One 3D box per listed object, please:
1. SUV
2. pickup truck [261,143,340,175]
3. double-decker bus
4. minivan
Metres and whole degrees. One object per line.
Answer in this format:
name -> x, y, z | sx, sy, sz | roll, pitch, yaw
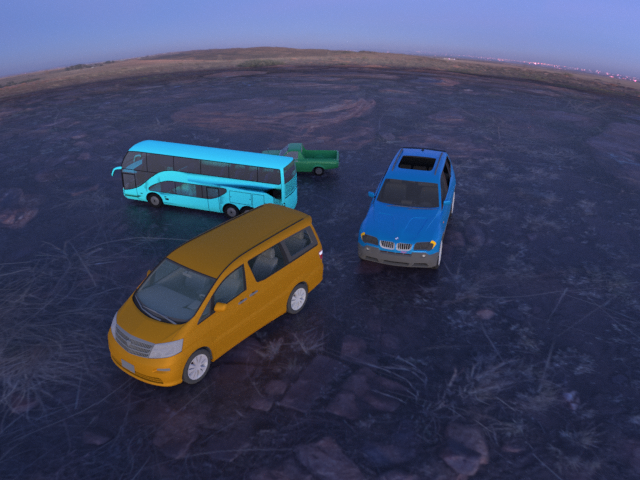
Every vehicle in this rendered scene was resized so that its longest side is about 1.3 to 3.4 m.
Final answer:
SUV -> 1.456, -0.602, 11.141 | 1.276, 1.128, 3.058 | 7, 28, 14
pickup truck -> -0.408, -1.615, 13.801 | 1.603, 0.511, 0.640 | 1, 27, 1
double-decker bus -> -1.989, -1.047, 12.096 | 3.251, 1.052, 0.756 | 9, 28, 17
minivan -> -1.235, 0.586, 8.743 | 1.324, 1.197, 3.011 | 19, 33, 33
